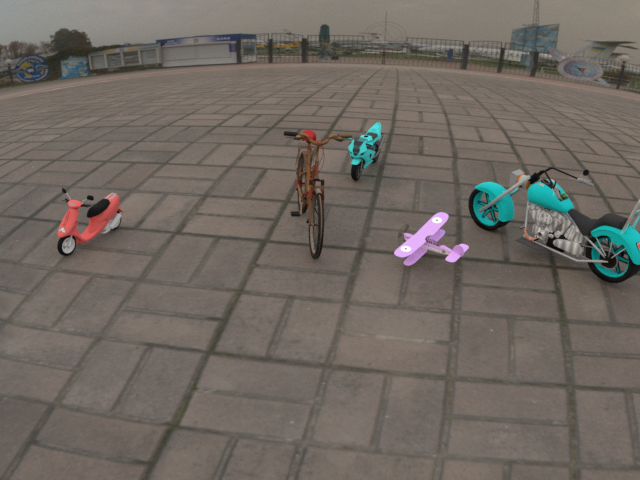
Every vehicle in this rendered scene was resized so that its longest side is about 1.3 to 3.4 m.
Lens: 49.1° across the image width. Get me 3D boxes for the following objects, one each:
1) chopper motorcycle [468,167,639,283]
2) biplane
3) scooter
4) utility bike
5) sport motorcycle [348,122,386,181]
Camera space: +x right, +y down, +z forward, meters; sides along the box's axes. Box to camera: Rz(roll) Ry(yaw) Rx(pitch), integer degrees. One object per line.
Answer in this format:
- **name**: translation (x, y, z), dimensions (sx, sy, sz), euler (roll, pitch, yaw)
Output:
- **chopper motorcycle**: translation (3.497, -0.444, 10.531), dimensions (0.906, 1.480, 3.040), euler (-19, 33, -32)
- **biplane**: translation (1.674, 0.084, 10.572), dimensions (1.090, 0.504, 1.336), euler (20, 34, 34)
- **scooter**: translation (-3.640, -0.394, 11.042), dimensions (0.662, 0.919, 1.399), euler (14, 31, 25)
- **utility bike**: translation (-0.074, -0.984, 11.179), dimensions (1.039, 1.839, 2.791), euler (-4, 28, -7)
- **sport motorcycle**: translation (0.908, -1.758, 13.770), dimensions (0.506, 0.821, 1.520), euler (11, 29, 19)
